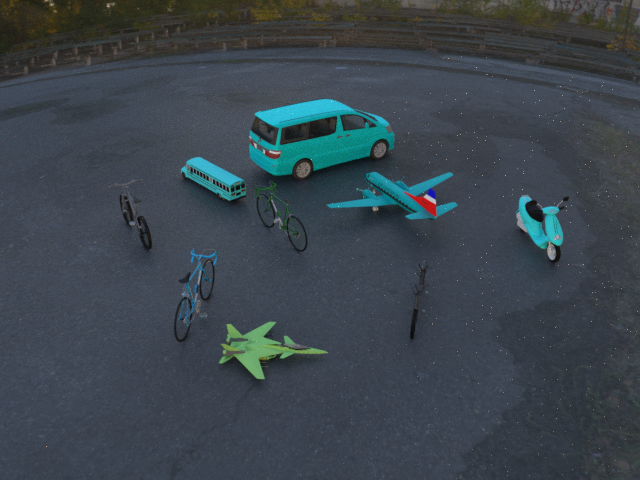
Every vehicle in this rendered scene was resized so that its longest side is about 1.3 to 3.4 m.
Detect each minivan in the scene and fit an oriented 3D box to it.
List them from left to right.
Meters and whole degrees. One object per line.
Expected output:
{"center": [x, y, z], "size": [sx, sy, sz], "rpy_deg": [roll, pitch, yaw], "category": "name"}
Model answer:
{"center": [0.100, -2.141, 14.015], "size": [3.011, 1.197, 1.324], "rpy_deg": [-18, 35, -27], "category": "minivan"}

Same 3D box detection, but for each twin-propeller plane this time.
{"center": [1.382, -0.868, 12.234], "size": [2.663, 0.792, 2.129], "rpy_deg": [-16, 34, -25], "category": "twin-propeller plane"}

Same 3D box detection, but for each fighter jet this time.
{"center": [-0.574, 1.341, 8.949], "size": [1.358, 0.286, 1.147], "rpy_deg": [2, 30, 3], "category": "fighter jet"}

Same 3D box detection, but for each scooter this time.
{"center": [3.517, -0.326, 11.178], "size": [0.662, 0.919, 1.399], "rpy_deg": [-6, 31, -11], "category": "scooter"}

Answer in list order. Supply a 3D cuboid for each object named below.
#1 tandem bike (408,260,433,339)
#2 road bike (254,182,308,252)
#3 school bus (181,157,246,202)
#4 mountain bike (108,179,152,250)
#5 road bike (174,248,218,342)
{"center": [1.377, 0.687, 9.677], "size": [0.283, 0.682, 1.642], "rpy_deg": [7, 31, 11], "category": "tandem bike"}
{"center": [-0.639, -0.403, 11.378], "size": [0.358, 0.852, 1.545], "rpy_deg": [-19, 35, -30], "category": "road bike"}
{"center": [-2.031, -1.162, 13.093], "size": [0.365, 0.434, 1.708], "rpy_deg": [-25, 38, -36], "category": "school bus"}
{"center": [-3.037, -0.445, 11.433], "size": [0.573, 0.868, 1.469], "rpy_deg": [-17, 34, -26], "category": "mountain bike"}
{"center": [-1.696, 0.695, 9.496], "size": [0.358, 0.852, 1.545], "rpy_deg": [6, 31, 10], "category": "road bike"}
